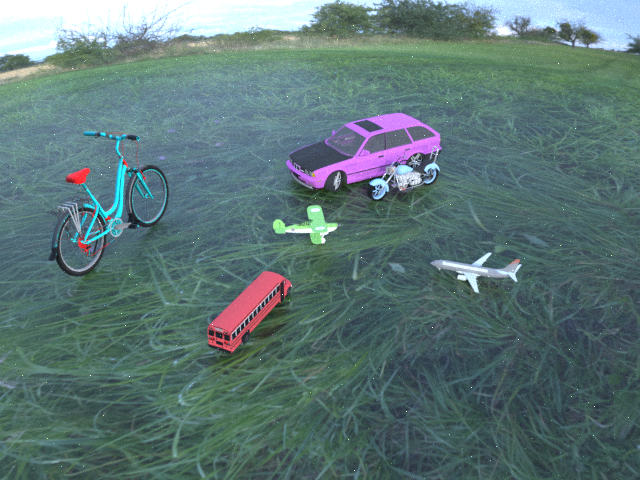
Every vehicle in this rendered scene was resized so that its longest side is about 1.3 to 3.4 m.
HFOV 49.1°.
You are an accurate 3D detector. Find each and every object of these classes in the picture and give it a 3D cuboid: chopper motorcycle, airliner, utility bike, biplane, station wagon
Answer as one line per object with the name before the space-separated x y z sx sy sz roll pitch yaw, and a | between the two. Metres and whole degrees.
chopper motorcycle | 1.539 -1.210 12.753 1.563 0.761 0.466 -17 34 -27
airliner | 2.283 0.358 10.338 1.307 0.429 1.161 11 31 18
utility bike | -3.302 -0.695 10.762 1.039 1.839 2.791 13 32 21
biplane | -0.207 -0.210 11.260 1.090 0.504 1.336 -3 30 -5
station wagon | 0.864 -1.783 13.599 3.105 0.920 1.327 -16 34 -26

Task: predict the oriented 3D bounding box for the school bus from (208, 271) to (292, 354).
school bus | -0.894 0.892 9.397 0.365 0.434 1.708 13 32 22
